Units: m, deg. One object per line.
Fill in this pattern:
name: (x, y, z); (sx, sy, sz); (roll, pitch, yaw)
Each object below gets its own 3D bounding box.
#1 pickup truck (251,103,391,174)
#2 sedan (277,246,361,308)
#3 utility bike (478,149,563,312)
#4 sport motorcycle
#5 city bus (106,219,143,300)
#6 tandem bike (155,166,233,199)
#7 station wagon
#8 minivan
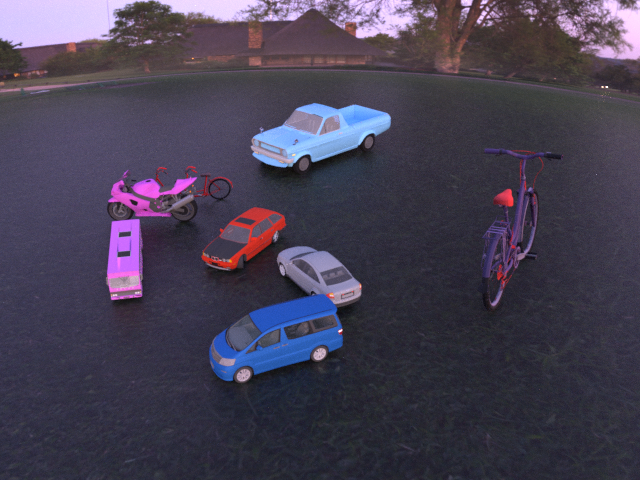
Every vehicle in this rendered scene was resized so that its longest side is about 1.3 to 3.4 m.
pickup truck: (0.074, -2.253, 14.396); (3.117, 0.993, 1.244); (-24, 35, -39)
sedan: (-0.044, 0.419, 9.653); (0.635, 0.483, 1.613); (-15, 30, -27)
utility bike: (2.559, -0.271, 9.516); (1.039, 1.839, 2.791); (14, 30, 25)
sport motorcycle: (-2.747, -0.682, 11.465); (1.520, 0.821, 0.506); (-1, 27, -1)
city bus: (-2.763, 0.263, 9.989); (0.476, 0.460, 1.674); (-6, 27, -11)
tandem bike: (-2.340, -0.959, 12.171); (1.642, 0.682, 0.283); (-7, 27, -13)
station wagon: (-1.143, -0.066, 10.628); (0.682, 0.473, 1.597); (13, 30, 25)
minivan: (-0.517, 1.116, 8.121); (1.548, 0.616, 0.681); (-12, 29, -22)
